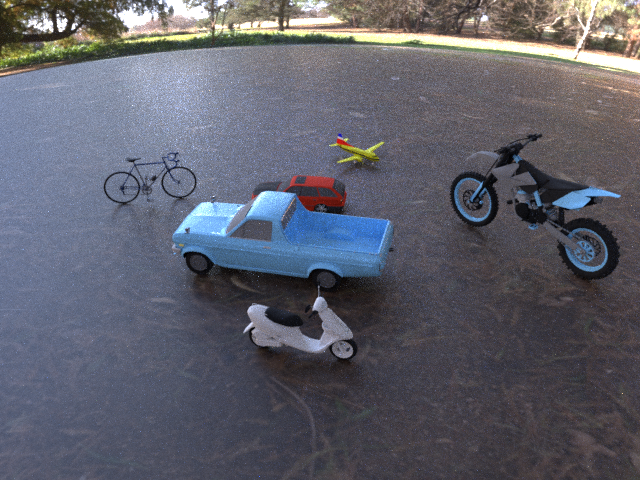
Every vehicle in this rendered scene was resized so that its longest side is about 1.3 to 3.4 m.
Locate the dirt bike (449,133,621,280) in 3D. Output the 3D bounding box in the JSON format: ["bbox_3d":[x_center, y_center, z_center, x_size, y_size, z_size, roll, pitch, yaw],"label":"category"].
[{"bbox_3d":[3.068,-0.577,10.214,1.024,1.666,2.903,-23,37,-35],"label":"dirt bike"}]

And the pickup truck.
[{"bbox_3d":[-0.526,-0.084,10.032,3.117,0.993,1.244,7,31,12],"label":"pickup truck"}]

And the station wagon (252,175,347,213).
[{"bbox_3d":[-0.357,-0.806,11.807,1.597,0.473,0.682,4,30,7],"label":"station wagon"}]

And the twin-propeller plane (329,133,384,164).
[{"bbox_3d":[0.726,-1.751,13.514,1.095,0.407,1.370,25,38,36],"label":"twin-propeller plane"}]

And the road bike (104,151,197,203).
[{"bbox_3d":[-2.879,-1.046,11.844,1.545,0.852,0.358,-6,31,-11],"label":"road bike"}]

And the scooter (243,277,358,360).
[{"bbox_3d":[-0.238,0.973,8.273,1.399,0.919,0.662,7,31,11],"label":"scooter"}]
